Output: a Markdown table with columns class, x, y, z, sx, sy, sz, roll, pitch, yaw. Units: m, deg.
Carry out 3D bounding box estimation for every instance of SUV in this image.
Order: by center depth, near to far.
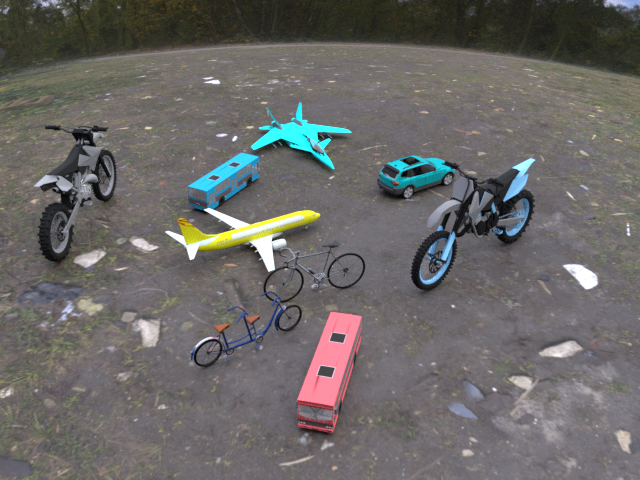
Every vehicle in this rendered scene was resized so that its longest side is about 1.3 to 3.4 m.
| class | x | y | z | sx | sy | sz | roll | pitch | yaw |
| --- | --- | --- | --- | --- | --- | --- | --- | --- | --- |
| SUV | 1.799 | -1.256 | 12.961 | 1.572 | 0.580 | 0.656 | -19 | 36 | -29 |

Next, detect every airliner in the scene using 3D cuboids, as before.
| class | x | y | z | sx | sy | sz | roll | pitch | yaw |
| --- | --- | --- | --- | --- | --- | --- | --- | --- | --- |
| airliner | -1.069 | -0.277 | 11.061 | 2.541 | 0.835 | 2.257 | -18 | 35 | -28 |

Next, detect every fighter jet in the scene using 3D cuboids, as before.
| class | x | y | z | sx | sy | sz | roll | pitch | yaw |
| --- | --- | --- | --- | --- | --- | --- | --- | --- | --- |
| fighter jet | -0.283 | -2.134 | 14.464 | 2.229 | 0.557 | 2.640 | -13 | 33 | -21 |

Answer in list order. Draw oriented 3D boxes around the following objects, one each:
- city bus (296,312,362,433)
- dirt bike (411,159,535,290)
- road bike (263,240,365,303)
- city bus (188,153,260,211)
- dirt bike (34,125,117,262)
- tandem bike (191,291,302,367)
| class | x | y | z | sx | sy | sz | roll | pitch | yaw |
| --- | --- | --- | --- | --- | --- | --- | --- | --- | --- |
| city bus | 0.141 | 1.545 | 8.359 | 0.476 | 0.460 | 1.674 | 7 | 31 | 12 |
| dirt bike | 2.379 | -0.357 | 10.381 | 2.903 | 1.666 | 1.024 | -25 | 39 | -35 |
| road bike | -0.063 | 0.425 | 9.863 | 1.545 | 0.852 | 0.358 | -11 | 33 | -18 |
| city bus | -1.715 | -1.048 | 12.728 | 0.476 | 0.460 | 1.674 | 16 | 34 | 24 |
| dirt bike | -3.949 | -0.955 | 11.390 | 1.024 | 1.666 | 2.903 | 3 | 31 | 5 |
| tandem bike | -0.910 | 1.100 | 8.891 | 1.642 | 0.682 | 0.283 | -20 | 36 | -30 |
